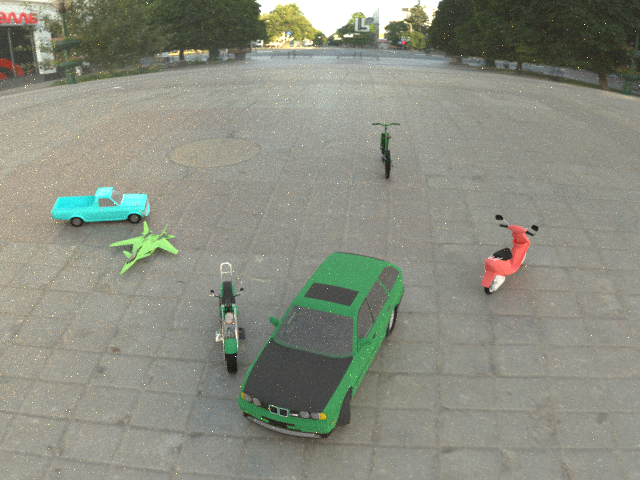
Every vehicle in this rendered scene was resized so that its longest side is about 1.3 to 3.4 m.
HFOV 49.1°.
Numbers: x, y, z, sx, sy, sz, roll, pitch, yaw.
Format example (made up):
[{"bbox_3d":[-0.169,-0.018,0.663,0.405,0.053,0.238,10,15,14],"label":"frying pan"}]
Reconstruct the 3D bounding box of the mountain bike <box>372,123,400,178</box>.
[{"bbox_3d":[1.327,-1.835,14.041,0.573,0.868,1.469,0,28,0],"label":"mountain bike"}]

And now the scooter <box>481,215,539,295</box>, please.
[{"bbox_3d":[2.733,0.181,10.160,0.662,0.919,1.399,20,34,33],"label":"scooter"}]

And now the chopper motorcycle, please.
[{"bbox_3d":[-1.154,0.957,8.858,0.466,0.761,1.563,-4,28,-7],"label":"chopper motorcycle"}]

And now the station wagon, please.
[{"bbox_3d":[0.110,1.067,8.478,1.327,0.920,3.105,10,29,18],"label":"station wagon"}]

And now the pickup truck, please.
[{"bbox_3d":[-3.777,-0.605,12.089,1.603,0.511,0.640,-3,28,-7],"label":"pickup truck"}]

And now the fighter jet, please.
[{"bbox_3d":[-2.814,0.127,10.942,1.147,0.286,1.358,6,28,11],"label":"fighter jet"}]
